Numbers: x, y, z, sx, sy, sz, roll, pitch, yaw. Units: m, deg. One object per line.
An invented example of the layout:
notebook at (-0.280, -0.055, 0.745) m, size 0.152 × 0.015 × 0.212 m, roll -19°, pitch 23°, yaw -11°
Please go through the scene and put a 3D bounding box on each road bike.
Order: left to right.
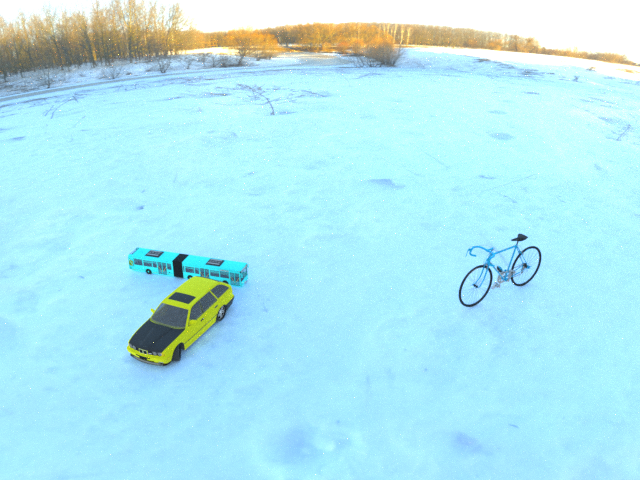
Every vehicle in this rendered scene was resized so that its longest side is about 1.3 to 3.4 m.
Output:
road bike at (2.406, 0.363, 9.218) m, size 1.545 × 0.852 × 0.358 m, roll -17°, pitch 31°, yaw -30°

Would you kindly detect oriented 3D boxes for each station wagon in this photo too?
station wagon at (-1.683, 0.919, 8.535) m, size 0.682 × 0.473 × 1.597 m, roll 11°, pitch 29°, yaw 22°

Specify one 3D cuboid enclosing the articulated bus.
articulated bus at (-1.848, 0.376, 9.817) m, size 1.749 × 0.289 × 0.311 m, roll 7°, pitch 28°, yaw 14°
